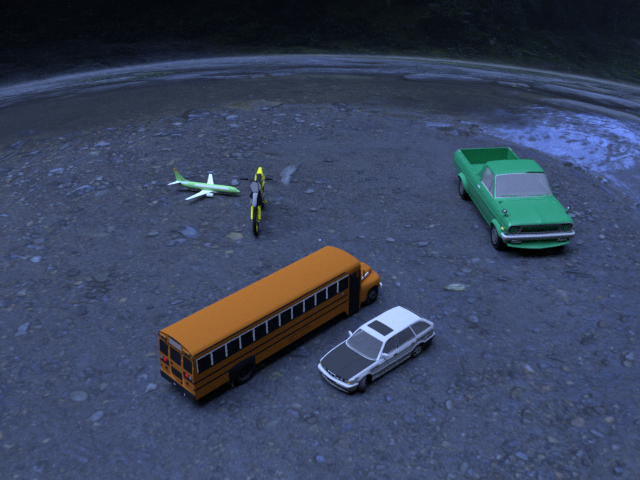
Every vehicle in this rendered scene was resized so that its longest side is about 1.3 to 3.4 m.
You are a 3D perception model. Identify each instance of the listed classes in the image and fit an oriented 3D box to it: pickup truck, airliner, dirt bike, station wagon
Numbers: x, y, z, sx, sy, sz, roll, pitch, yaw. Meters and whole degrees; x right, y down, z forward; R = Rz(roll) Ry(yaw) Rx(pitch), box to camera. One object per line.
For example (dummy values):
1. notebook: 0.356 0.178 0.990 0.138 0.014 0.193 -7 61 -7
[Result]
1. pickup truck: 3.214 -0.887 11.935 1.244 0.993 3.117 -3 29 -5
2. airliner: -2.090 -1.056 12.830 1.307 0.429 1.161 7 29 12
3. dirt bike: -1.035 -0.714 11.760 0.527 0.857 1.493 0 29 0
4. station wagon: 0.701 1.273 8.533 1.597 0.473 0.682 -24 37 -37

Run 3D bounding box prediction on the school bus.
1. school bus: -0.463 0.887 8.851 0.709 0.844 3.322 25 37 38
